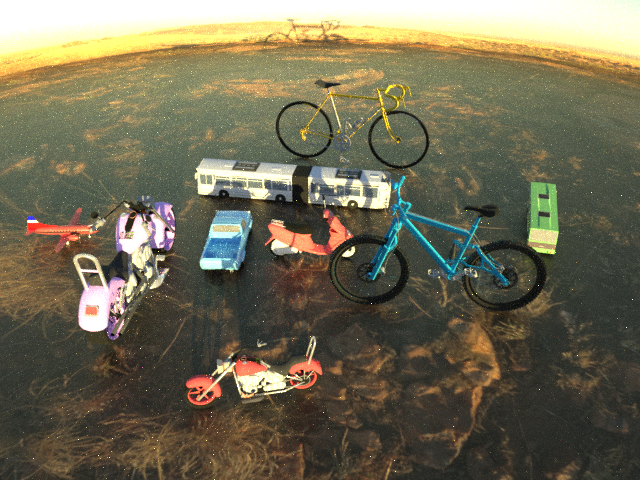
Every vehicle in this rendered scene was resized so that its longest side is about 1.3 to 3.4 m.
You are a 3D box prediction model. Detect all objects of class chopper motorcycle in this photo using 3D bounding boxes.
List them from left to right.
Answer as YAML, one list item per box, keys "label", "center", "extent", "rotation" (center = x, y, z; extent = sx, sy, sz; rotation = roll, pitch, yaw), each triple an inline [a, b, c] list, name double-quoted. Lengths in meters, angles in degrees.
- label: "chopper motorcycle"
  center: [-2.523, 0.107, 9.438]
  extent: [0.906, 1.480, 3.040]
  rotation: [3, 31, 5]
- label: "chopper motorcycle"
  center: [-0.748, 1.476, 7.830]
  extent: [1.563, 0.761, 0.466]
  rotation: [-6, 31, -10]

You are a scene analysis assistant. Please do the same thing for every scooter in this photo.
- label: "scooter"
  center: [-0.129, -0.135, 10.398]
  extent: [1.399, 0.919, 0.662]
  rotation: [1, 31, 2]

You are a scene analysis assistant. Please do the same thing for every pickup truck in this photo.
- label: "pickup truck"
  center: [-1.410, -0.048, 10.651]
  extent: [0.640, 0.511, 1.603]
  rotation: [1, 31, 2]

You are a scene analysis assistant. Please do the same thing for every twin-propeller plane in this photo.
- label: "twin-propeller plane"
  center: [-4.052, -0.205, 11.018]
  extent: [1.095, 0.407, 1.370]
  rotation: [-1, 31, -2]

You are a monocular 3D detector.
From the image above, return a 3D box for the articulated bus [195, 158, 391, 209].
- label: "articulated bus"
  center: [-0.486, -0.989, 12.192]
  extent: [3.401, 0.561, 0.605]
  rotation: [5, 31, 9]

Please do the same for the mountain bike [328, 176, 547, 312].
- label: "mountain bike"
  center: [1.535, 0.182, 9.107]
  extent: [2.857, 1.688, 1.114]
  rotation: [2, 31, 4]

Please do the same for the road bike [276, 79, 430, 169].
- label: "road bike"
  center: [0.580, -2.208, 13.177]
  extent: [3.004, 1.656, 0.696]
  rotation: [8, 32, 14]

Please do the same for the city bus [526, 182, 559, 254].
- label: "city bus"
  center: [3.556, -0.359, 11.226]
  extent: [0.476, 0.460, 1.674]
  rotation: [8, 31, 13]
